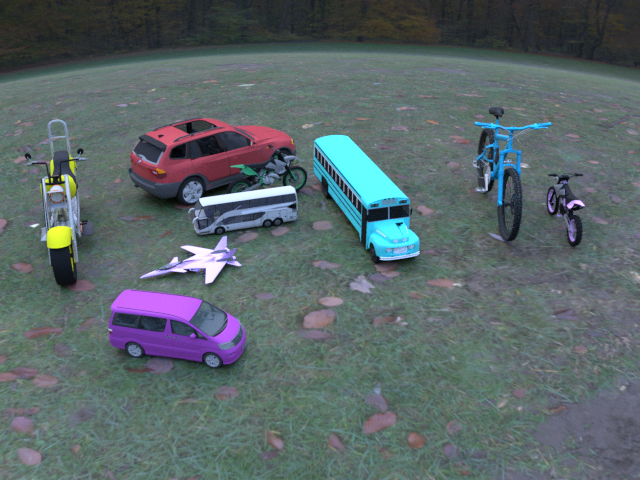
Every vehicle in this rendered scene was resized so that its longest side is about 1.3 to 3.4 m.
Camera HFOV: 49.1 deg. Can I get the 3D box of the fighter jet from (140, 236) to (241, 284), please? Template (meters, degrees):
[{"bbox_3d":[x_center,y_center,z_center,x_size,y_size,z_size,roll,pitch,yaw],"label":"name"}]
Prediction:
[{"bbox_3d":[-1.837,0.293,9.738,1.358,0.286,1.147,-13,31,-23],"label":"fighter jet"}]

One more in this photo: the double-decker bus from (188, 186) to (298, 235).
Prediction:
[{"bbox_3d":[-1.175,-0.454,10.863,1.672,0.541,0.389,-9,30,-17],"label":"double-decker bus"}]

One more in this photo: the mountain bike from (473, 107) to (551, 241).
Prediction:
[{"bbox_3d":[2.827,-1.208,11.056,1.114,1.688,2.857,1,28,1],"label":"mountain bike"}]

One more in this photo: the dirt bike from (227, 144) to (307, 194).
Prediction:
[{"bbox_3d":[-0.880,-1.098,11.731,1.493,0.857,0.527,-15,32,-26],"label":"dirt bike"}]

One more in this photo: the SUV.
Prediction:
[{"bbox_3d":[-1.833,-1.563,12.312,3.058,1.128,1.276,-23,36,-36],"label":"SUV"}]

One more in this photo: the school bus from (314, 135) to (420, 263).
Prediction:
[{"bbox_3d":[0.667,-0.724,11.046,0.709,0.844,3.322,-8,29,-15],"label":"school bus"}]

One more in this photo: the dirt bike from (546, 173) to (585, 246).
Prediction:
[{"bbox_3d":[3.749,-0.556,10.718,0.527,0.857,1.493,0,28,-1],"label":"dirt bike"}]

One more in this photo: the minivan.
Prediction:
[{"bbox_3d":[-1.637,0.996,8.076,1.548,0.616,0.681,6,29,10],"label":"minivan"}]

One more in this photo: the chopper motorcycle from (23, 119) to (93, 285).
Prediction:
[{"bbox_3d":[-3.767,-0.622,10.183,0.906,1.480,3.040,-8,29,-14],"label":"chopper motorcycle"}]
